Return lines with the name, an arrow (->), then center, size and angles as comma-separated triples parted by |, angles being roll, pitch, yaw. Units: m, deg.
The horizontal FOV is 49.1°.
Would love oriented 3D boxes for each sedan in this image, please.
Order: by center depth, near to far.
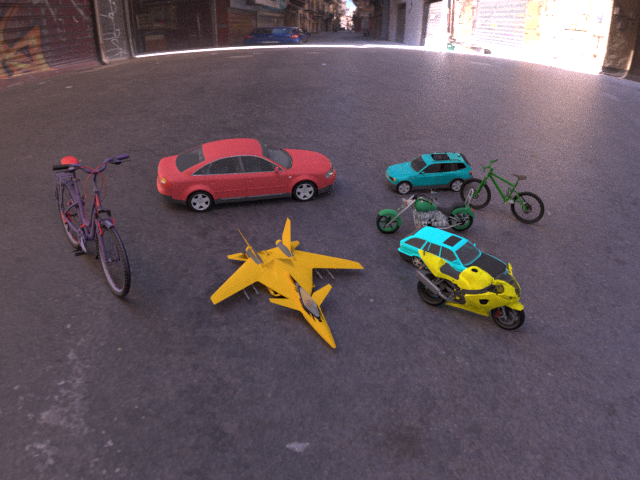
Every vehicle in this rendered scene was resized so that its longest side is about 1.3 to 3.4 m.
sedan -> -1.275, -1.245, 12.272 | 3.137, 0.940, 1.235 | -6, 31, -11

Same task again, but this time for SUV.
SUV -> 1.963, -1.237, 12.615 | 1.572, 0.580, 0.656 | -3, 30, -5

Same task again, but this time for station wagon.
station wagon -> 1.940, 0.223, 10.200 | 1.597, 0.473, 0.682 | 22, 37, 33

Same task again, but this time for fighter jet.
fighter jet -> -0.342, 0.567, 9.522 | 2.229, 0.557, 2.640 | -12, 32, -20

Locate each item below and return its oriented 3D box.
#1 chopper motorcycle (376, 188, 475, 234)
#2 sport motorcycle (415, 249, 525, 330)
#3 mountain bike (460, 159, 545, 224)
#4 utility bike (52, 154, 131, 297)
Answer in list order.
chopper motorcycle -> 1.679, -0.459, 11.091 | 1.563, 0.761, 0.466 | 0, 30, -1
sport motorcycle -> 1.952, 0.643, 9.128 | 1.520, 0.821, 0.506 | 18, 34, 28
mountain bike -> 3.005, -0.789, 11.554 | 1.469, 0.868, 0.573 | 19, 35, 29
utility bike -> -3.249, -0.448, 9.997 | 1.039, 1.839, 2.791 | -20, 36, -31
